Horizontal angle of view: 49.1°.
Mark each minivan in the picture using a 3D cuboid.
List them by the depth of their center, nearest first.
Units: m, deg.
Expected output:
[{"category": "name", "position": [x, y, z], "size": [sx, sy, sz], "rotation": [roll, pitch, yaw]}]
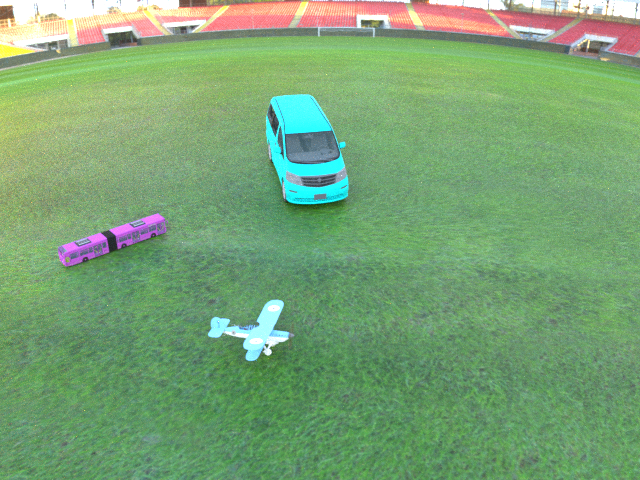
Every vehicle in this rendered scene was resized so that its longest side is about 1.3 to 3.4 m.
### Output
[{"category": "minivan", "position": [-0.298, -1.755, 13.267], "size": [1.324, 1.197, 3.011], "rotation": [-6, 30, -10]}]

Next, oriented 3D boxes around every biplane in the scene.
[{"category": "biplane", "position": [-0.854, 1.159, 8.892], "size": [1.090, 0.504, 1.336], "rotation": [5, 30, 9]}]

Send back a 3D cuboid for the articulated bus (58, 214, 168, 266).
[{"category": "articulated bus", "position": [-3.265, -0.013, 11.147], "size": [1.749, 0.289, 0.311], "rotation": [-23, 37, -34]}]
